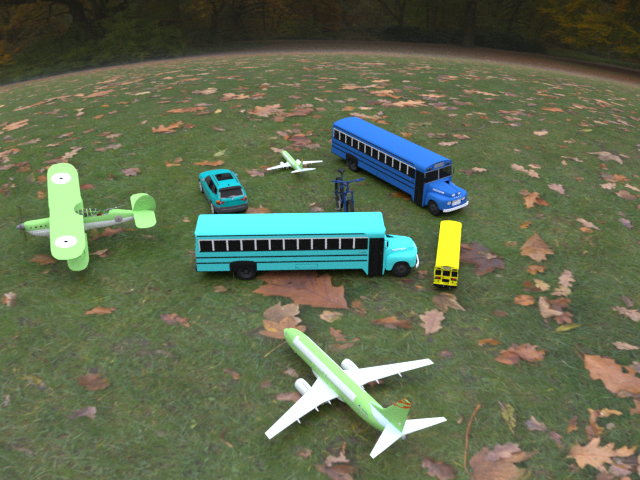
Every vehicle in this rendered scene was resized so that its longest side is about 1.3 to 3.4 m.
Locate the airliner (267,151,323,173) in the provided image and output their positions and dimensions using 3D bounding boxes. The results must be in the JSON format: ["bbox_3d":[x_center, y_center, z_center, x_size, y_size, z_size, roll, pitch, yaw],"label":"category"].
[{"bbox_3d":[-0.548,-1.628,13.917,1.161,0.429,1.307,-11,31,-18],"label":"airliner"}]

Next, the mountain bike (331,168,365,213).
[{"bbox_3d":[0.415,-0.748,11.916,0.573,0.868,1.469,-5,30,-9],"label":"mountain bike"}]

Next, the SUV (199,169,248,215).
[{"bbox_3d":[-1.749,-0.960,12.582,0.656,0.580,1.572,-10,31,-18],"label":"SUV"}]

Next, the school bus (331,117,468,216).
[{"bbox_3d":[1.444,-1.441,13.165,0.709,0.844,3.322,-19,35,-30],"label":"school bus"}]

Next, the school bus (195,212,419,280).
[{"bbox_3d":[-0.176,0.062,10.508,3.322,0.844,0.709,-1,30,-2],"label":"school bus"}]

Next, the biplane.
[{"bbox_3d":[-3.644,-0.308,11.023,2.120,0.981,2.598,-9,31,-16],"label":"biplane"}]

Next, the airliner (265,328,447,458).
[{"bbox_3d":[0.234,1.480,8.012,2.257,0.835,2.541,-18,34,-28],"label":"airliner"}]

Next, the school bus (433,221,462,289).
[{"bbox_3d":[1.975,0.156,10.758,0.365,0.434,1.708,6,30,10],"label":"school bus"}]
